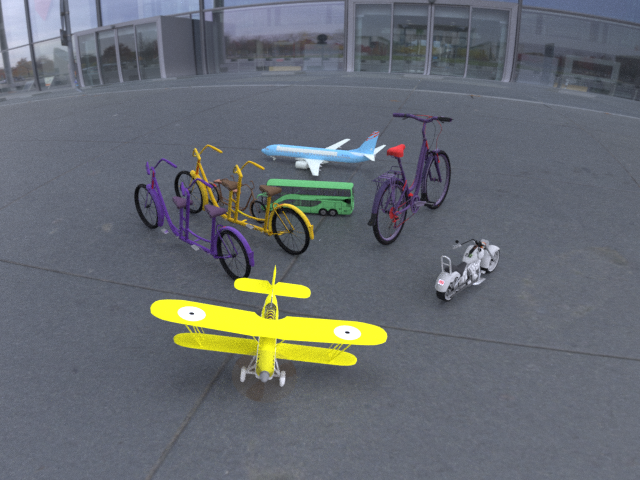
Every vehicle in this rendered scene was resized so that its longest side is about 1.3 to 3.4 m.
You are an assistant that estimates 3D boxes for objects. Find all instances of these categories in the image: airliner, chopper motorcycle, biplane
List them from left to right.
[{"bbox_3d":[-0.552,1.013,8.158,2.598,0.981,2.120,0,27,-1],"label":"biplane"},{"bbox_3d":[-0.013,-1.900,14.141,2.541,0.835,2.257,8,28,16],"label":"airliner"},{"bbox_3d":[2.106,0.315,9.796,0.466,0.761,1.563,21,34,36],"label":"chopper motorcycle"}]

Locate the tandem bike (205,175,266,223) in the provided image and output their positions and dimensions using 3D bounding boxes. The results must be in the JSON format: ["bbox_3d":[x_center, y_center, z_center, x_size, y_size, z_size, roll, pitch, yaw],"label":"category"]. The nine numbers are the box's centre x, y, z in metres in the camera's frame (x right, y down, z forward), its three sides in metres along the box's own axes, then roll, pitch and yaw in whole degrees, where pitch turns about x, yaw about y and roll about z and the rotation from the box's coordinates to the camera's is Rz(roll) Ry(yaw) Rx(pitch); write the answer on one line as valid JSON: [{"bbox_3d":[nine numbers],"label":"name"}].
[{"bbox_3d":[-1.484,-0.776,12.066,1.642,0.682,0.283,21,34,36],"label":"tandem bike"}]

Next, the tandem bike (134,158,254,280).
[{"bbox_3d":[-2.010,-0.392,10.580,0.550,1.326,3.192,-23,34,-38],"label":"tandem bike"}]

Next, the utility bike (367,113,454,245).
[{"bbox_3d":[1.450,-1.101,11.423,1.039,1.839,2.791,17,31,30],"label":"utility bike"}]

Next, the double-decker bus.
[{"bbox_3d":[-0.242,-0.746,12.163,1.672,0.541,0.389,3,27,7],"label":"double-decker bus"}]

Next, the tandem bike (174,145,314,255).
[{"bbox_3d":[-1.323,-0.707,11.209,3.192,1.326,0.550,21,33,35],"label":"tandem bike"}]
